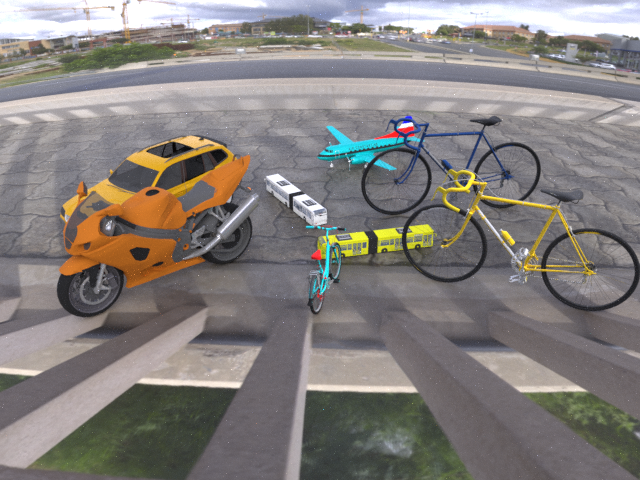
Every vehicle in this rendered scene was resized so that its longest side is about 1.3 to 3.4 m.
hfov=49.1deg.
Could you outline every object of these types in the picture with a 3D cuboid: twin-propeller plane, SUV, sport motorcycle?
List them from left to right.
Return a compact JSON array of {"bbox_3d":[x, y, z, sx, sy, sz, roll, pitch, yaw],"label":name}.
[{"bbox_3d":[-2.607,-0.829,11.079,1.276,1.128,3.058,21,34,34],"label":"SUV"},{"bbox_3d":[-2.074,-0.098,9.177,2.955,1.596,0.983,-23,35,-37],"label":"sport motorcycle"},{"bbox_3d":[0.914,-1.885,13.462,2.129,0.792,2.663,-12,30,-22],"label":"twin-propeller plane"}]

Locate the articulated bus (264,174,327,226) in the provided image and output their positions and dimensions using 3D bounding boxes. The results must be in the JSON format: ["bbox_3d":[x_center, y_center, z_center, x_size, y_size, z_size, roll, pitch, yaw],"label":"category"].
[{"bbox_3d":[-0.421,-0.687,11.713,0.311,0.289,1.749,-15,31,-26],"label":"articulated bus"}]

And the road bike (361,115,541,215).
[{"bbox_3d":[2.145,-1.209,11.238,3.004,1.656,0.697,-4,28,-7],"label":"road bike"}]

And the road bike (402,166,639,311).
[{"bbox_3d":[2.506,-0.002,8.929,3.004,1.656,0.697,11,30,20],"label":"road bike"}]

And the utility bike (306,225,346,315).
[{"bbox_3d":[0.024,0.310,9.098,0.535,0.946,1.435,8,29,15],"label":"utility bike"}]

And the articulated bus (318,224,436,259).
[{"bbox_3d":[0.842,0.024,10.354,1.749,0.289,0.311,-7,28,-12],"label":"articulated bus"}]
